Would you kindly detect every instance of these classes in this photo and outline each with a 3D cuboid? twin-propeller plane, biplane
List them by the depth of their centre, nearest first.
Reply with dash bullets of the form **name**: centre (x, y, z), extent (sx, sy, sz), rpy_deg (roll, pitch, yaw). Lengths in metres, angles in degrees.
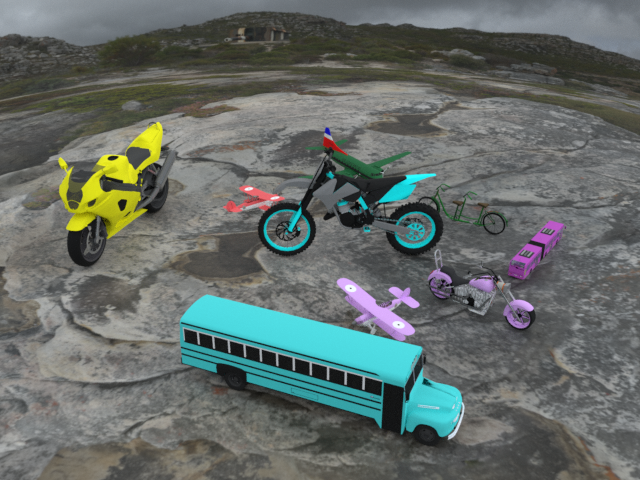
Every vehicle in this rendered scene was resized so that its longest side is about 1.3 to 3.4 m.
- **biplane**: centre (0.831, 0.932, 9.274), extent (1.090, 0.504, 1.336), rpy_deg (-22, 35, -36)
- **biplane**: centre (-1.170, -0.655, 12.335), extent (1.090, 0.504, 1.336), rpy_deg (-19, 33, -32)
- **twin-propeller plane**: centre (0.629, -1.604, 13.853), extent (2.663, 0.792, 2.129), rpy_deg (-16, 32, -28)

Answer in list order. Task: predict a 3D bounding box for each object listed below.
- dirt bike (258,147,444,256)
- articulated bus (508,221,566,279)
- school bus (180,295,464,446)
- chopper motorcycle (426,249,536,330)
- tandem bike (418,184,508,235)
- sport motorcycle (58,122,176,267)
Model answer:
- **dirt bike**: centre (0.481, -0.491, 10.756), extent (2.903, 1.666, 1.024), rpy_deg (-1, 27, -1)
- **articulated bus**: centre (3.430, 0.138, 11.040), extent (0.311, 0.289, 1.749), rpy_deg (18, 33, 31)
- **school bus**: centre (-0.015, 1.420, 7.963), extent (3.322, 0.844, 0.709), rpy_deg (11, 29, 21)
- **chopper motorcycle**: centre (2.178, 0.668, 9.504), extent (1.563, 0.761, 0.466), rpy_deg (19, 33, 32)
- **tandem bike**: centre (2.417, -0.545, 11.929), extent (1.642, 0.682, 0.283), rpy_deg (16, 32, 29)
- **sport motorcycle**: centre (-3.270, -0.810, 11.447), extent (0.983, 1.596, 2.955), rpy_deg (8, 28, 14)
